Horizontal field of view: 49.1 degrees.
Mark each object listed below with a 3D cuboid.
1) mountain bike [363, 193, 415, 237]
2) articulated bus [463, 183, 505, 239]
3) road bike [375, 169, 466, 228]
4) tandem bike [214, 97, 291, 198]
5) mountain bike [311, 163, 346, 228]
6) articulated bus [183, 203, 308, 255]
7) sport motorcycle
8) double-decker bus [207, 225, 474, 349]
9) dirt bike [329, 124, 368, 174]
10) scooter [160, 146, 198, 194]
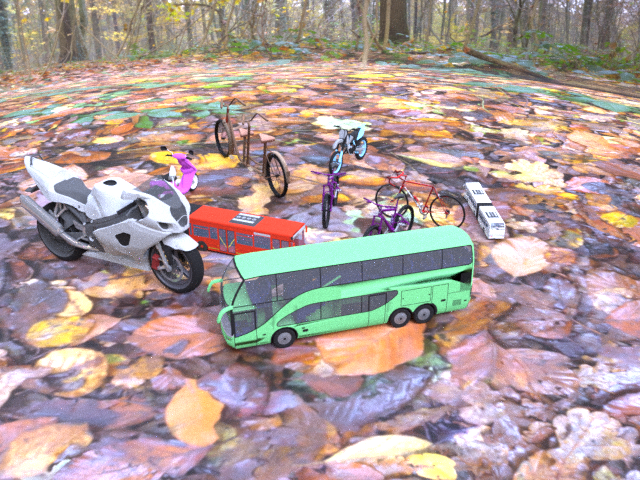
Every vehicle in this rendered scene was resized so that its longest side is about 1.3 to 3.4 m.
[{"bbox_3d":[1.014,-0.247,10.375,0.573,0.868,1.469,19,32,33],"label":"mountain bike"},{"bbox_3d":[2.693,-0.508,11.541,0.311,0.289,1.749,-1,27,-2],"label":"articulated bus"},{"bbox_3d":[1.590,-0.646,11.190,1.545,0.852,0.358,14,30,25],"label":"road bike"},{"bbox_3d":[-1.331,-1.804,12.968,0.550,1.326,3.192,-15,30,-27],"label":"tandem bike"},{"bbox_3d":[0.177,-0.805,11.487,0.573,0.868,1.469,4,27,9],"label":"mountain bike"},{"bbox_3d":[-1.826,-0.204,10.632,3.401,0.561,0.605,10,28,20],"label":"articulated bus"},{"bbox_3d":[-2.838,-0.245,9.560,2.955,1.596,0.983,13,30,25],"label":"sport motorcycle"},{"bbox_3d":[0.298,0.564,8.556,3.251,1.052,0.756,-8,28,-15],"label":"double-decker bus"},{"bbox_3d":[0.568,-1.811,13.504,0.527,0.857,1.493,15,30,27],"label":"dirt bike"},{"bbox_3d":[-2.497,-1.087,11.993,0.662,0.919,1.399,11,29,20],"label":"scooter"}]
